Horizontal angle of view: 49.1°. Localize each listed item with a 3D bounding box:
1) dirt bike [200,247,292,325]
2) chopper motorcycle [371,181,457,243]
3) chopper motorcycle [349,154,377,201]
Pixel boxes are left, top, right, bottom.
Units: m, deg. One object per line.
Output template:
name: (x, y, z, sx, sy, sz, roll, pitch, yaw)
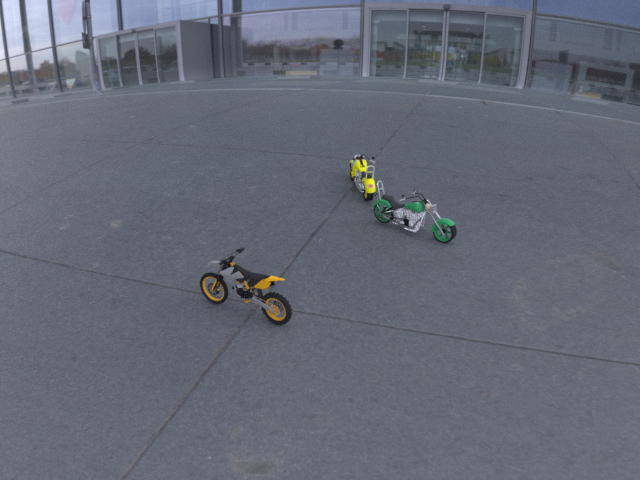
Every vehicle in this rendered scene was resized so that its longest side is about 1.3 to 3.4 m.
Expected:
dirt bike: (-1.021, 0.614, 9.326, 1.493, 0.857, 0.527, 14, 30, 27)
chopper motorcycle: (1.558, -0.475, 11.647, 1.563, 0.761, 0.466, 18, 32, 33)
chopper motorcycle: (0.792, -1.297, 13.317, 0.466, 0.761, 1.563, -4, 27, -9)
